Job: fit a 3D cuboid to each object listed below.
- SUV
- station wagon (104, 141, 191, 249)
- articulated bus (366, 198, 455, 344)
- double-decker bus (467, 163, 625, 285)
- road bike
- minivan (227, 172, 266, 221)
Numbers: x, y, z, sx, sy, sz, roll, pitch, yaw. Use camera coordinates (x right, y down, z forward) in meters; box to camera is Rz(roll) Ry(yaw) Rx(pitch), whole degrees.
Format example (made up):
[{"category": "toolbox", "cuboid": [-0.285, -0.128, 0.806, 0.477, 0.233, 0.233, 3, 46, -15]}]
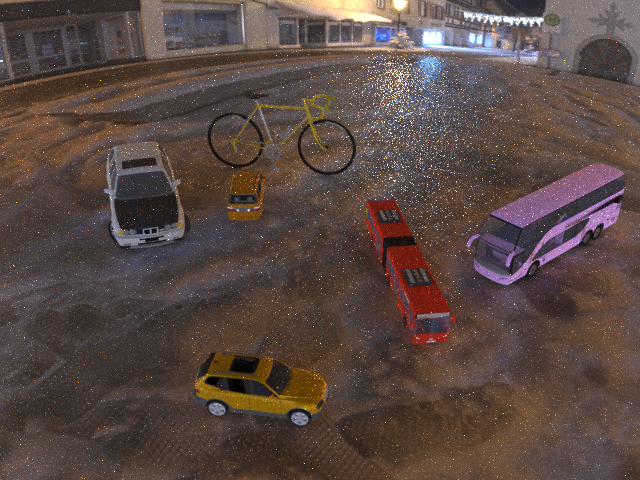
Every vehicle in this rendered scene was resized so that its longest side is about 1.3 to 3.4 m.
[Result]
[{"category": "SUV", "cuboid": [-0.683, 1.684, 8.154, 1.572, 0.580, 0.656, 5, 30, 8]}, {"category": "station wagon", "cuboid": [-3.118, -0.913, 12.312, 1.327, 0.920, 3.105, -9, 31, -15]}, {"category": "articulated bus", "cuboid": [1.234, 0.334, 10.511, 0.605, 0.561, 3.401, -4, 30, -7]}, {"category": "double-decker bus", "cuboid": [3.666, -0.281, 11.086, 3.251, 1.052, 0.756, -23, 37, -34]}, {"category": "road bike", "cuboid": [-0.778, -2.099, 13.630, 3.004, 1.656, 0.696, 6, 31, 10]}, {"category": "minivan", "cuboid": [-1.318, -0.886, 12.571, 0.681, 0.616, 1.548, 0, 30, -1]}]
